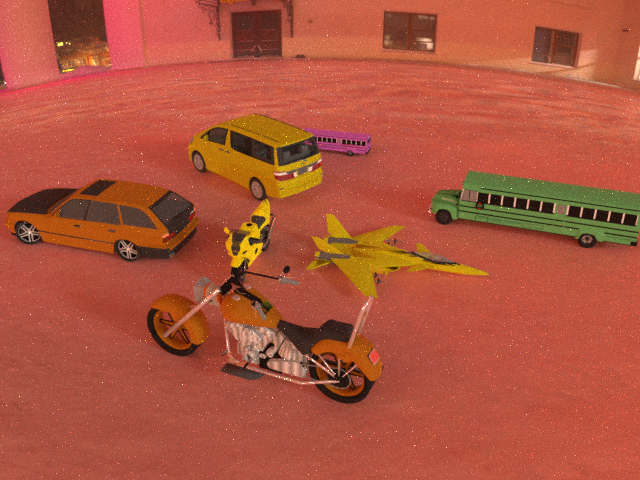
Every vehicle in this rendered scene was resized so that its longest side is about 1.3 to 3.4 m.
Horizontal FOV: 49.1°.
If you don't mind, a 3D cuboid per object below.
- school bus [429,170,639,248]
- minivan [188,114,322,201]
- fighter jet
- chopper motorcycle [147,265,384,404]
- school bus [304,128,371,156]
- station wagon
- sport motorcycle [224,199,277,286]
[{"bbox_3d":[3.485,-0.543,11.539,3.322,0.844,0.709,10,30,18],"label":"school bus"},{"bbox_3d":[-1.323,-1.723,13.345,1.324,1.197,3.011,-25,37,-37],"label":"minivan"},{"bbox_3d":[1.213,0.182,10.502,2.640,0.557,2.229,8,29,14],"label":"fighter jet"},{"bbox_3d":[-0.727,0.970,8.081,3.040,1.480,0.906,12,31,22],"label":"chopper motorcycle"},{"bbox_3d":[0.215,-2.082,14.808,1.708,0.434,0.365,8,29,14],"label":"school bus"},{"bbox_3d":[-3.562,-0.445,11.278,3.105,0.920,1.327,8,30,15],"label":"station wagon"},{"bbox_3d":[-1.035,0.025,10.516,0.506,0.821,1.520,7,29,13],"label":"sport motorcycle"}]
